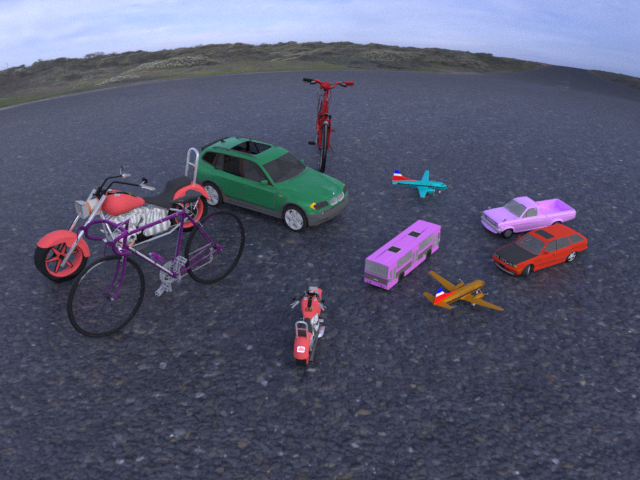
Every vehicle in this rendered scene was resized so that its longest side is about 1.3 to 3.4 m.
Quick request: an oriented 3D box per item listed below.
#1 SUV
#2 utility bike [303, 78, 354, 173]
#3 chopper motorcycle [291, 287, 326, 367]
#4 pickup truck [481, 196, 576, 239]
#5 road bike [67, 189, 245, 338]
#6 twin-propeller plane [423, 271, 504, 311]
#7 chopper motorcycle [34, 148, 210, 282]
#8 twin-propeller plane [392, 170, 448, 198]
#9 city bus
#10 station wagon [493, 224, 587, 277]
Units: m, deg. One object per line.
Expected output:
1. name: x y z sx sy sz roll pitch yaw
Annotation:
1. SUV: -0.951 -1.116 12.801 3.058 1.128 1.276 17 32 29
2. utility bike: 0.163 -2.635 14.957 1.039 1.839 2.791 -1 27 -1
3. chopper motorcycle: -0.133 0.989 9.147 0.466 0.761 1.563 3 28 6
4. pickup truck: 3.635 -0.458 12.204 1.603 0.511 0.640 -9 29 -16
5. road bike: -2.167 0.206 9.684 0.696 1.656 3.004 23 35 36
6. twin-propeller plane: 2.016 0.720 10.048 1.095 0.407 1.370 -20 34 -34
7. chopper motorcycle: -3.078 -0.438 11.115 3.040 1.480 0.906 -24 36 -38
8. twin-propeller plane: 1.949 -1.135 13.620 1.095 0.407 1.370 5 28 10
9. city bus: 1.314 0.227 10.940 0.476 0.460 1.674 18 33 31
10. station wagon: 3.505 0.120 11.132 1.597 0.473 0.682 -14 31 -26
